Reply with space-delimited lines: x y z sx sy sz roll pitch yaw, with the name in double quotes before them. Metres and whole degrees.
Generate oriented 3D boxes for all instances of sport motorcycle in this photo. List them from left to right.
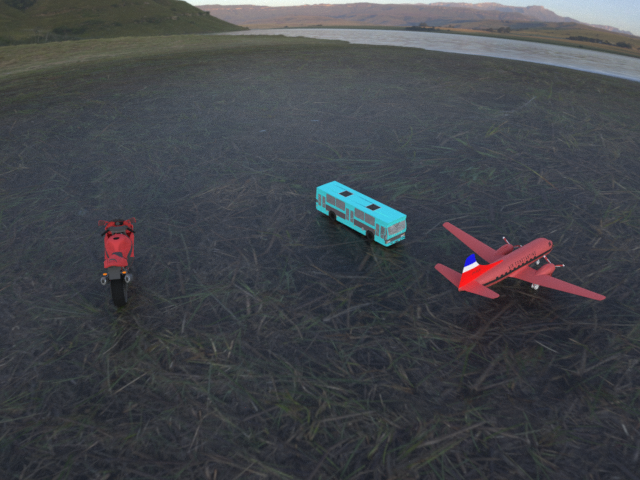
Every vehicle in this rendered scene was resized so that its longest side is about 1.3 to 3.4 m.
"sport motorcycle" -2.756 0.256 9.616 0.506 0.821 1.520 -5 30 -9

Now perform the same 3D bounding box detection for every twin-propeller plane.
"twin-propeller plane" 2.608 0.256 9.645 2.129 0.792 2.663 -23 37 -34

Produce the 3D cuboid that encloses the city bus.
"city bus" 0.628 -0.423 11.179 0.476 0.460 1.674 -23 37 -34
